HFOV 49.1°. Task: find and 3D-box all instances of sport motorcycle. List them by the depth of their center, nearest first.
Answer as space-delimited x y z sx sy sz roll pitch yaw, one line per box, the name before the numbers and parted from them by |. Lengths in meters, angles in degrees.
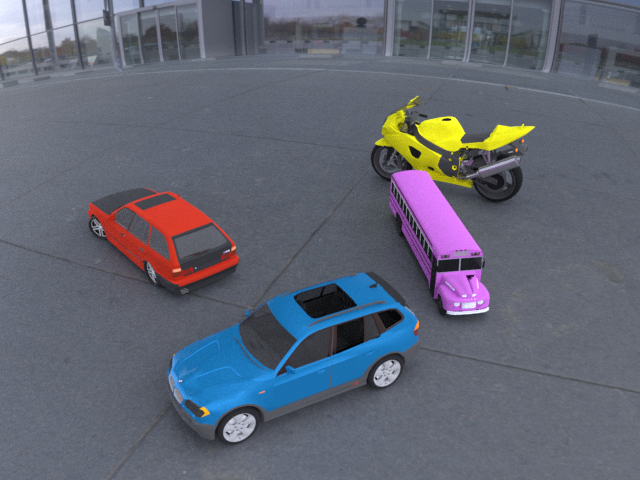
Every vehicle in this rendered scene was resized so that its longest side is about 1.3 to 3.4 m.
sport motorcycle | 2.326 -1.630 12.819 2.955 1.596 0.983 13 32 22

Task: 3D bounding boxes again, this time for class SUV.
SUV | -0.268 1.245 8.212 3.058 1.128 1.276 -15 33 -24

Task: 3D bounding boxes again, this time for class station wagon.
station wagon | -2.578 -0.232 11.034 1.327 0.920 3.105 -23 37 -34

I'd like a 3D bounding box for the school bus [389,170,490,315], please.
school bus | 1.777 -0.037 10.767 0.709 0.844 3.322 -4 30 -7
